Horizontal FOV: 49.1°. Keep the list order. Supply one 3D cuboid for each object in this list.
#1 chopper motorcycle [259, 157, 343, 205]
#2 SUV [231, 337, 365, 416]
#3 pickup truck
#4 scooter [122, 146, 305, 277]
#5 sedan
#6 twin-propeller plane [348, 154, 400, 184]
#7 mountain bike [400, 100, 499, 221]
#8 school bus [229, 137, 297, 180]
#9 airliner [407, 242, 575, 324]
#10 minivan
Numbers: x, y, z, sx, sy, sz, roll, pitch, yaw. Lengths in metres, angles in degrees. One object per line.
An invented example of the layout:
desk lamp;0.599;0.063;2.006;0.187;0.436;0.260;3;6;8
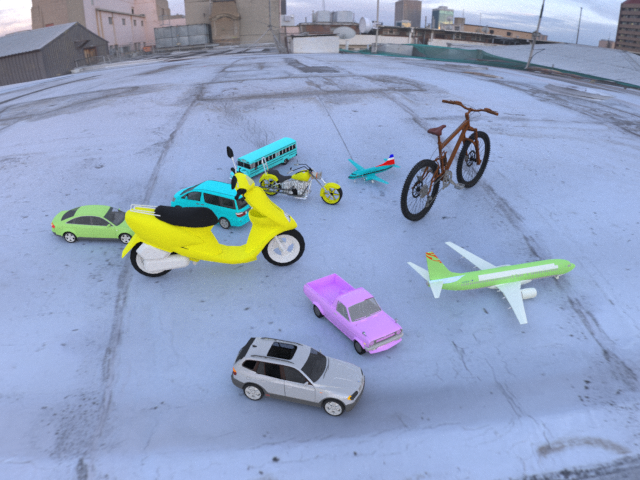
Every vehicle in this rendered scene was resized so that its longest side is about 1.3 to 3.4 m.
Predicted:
chopper motorcycle;-0.359;-1.070;12.675;1.563;0.761;0.466;8;30;13
SUV;-0.258;1.549;8.207;1.572;0.580;0.656;8;30;14
pickup truck;0.420;0.919;9.397;0.640;0.511;1.603;-18;34;-29
scooter;-1.571;-0.305;10.270;2.721;1.786;1.288;-5;30;-8
sedan;-3.611;-0.293;11.577;1.613;0.483;0.635;1;29;3
twin-propeller plane;1.010;-1.389;13.601;1.095;0.407;1.370;-16;33;-26
mountain bike;2.304;-1.435;12.378;1.114;1.688;2.857;23;37;35
school bus;-1.122;-1.585;13.921;0.365;0.434;1.708;21;35;32
airliner;2.610;0.361;10.057;2.541;0.835;2.257;-8;30;-15
minivan;-1.869;-0.676;12.123;1.548;0.616;0.681;14;32;24
